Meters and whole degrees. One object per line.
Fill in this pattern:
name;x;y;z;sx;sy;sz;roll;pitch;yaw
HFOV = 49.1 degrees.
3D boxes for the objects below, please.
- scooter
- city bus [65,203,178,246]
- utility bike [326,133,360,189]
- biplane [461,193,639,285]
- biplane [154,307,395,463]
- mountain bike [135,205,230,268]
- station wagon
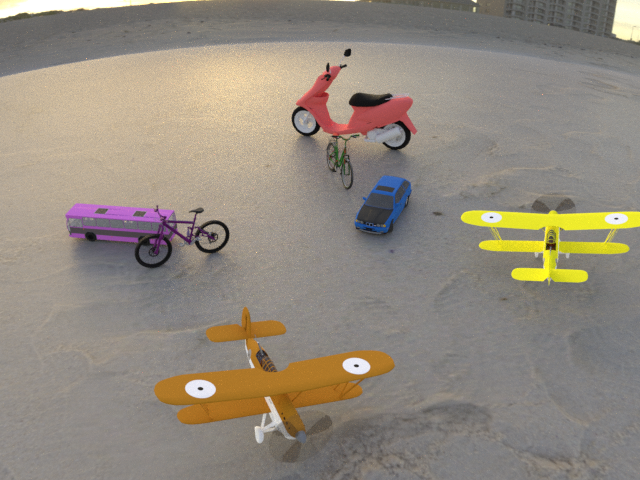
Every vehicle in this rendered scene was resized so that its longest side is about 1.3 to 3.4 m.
scooter;0.658;-2.800;14.152;2.721;1.786;1.288;12;33;19
city bus;-3.146;-0.238;11.134;1.674;0.460;0.476;4;31;7
utility bike;0.404;-1.580;12.919;0.535;0.946;1.435;-10;32;-16
biplane;3.291;0.072;10.103;2.598;0.981;2.120;9;32;15
biplane;-0.517;1.500;7.697;2.598;0.981;2.120;-12;33;-19
mountain bike;-2.058;-0.076;10.462;1.469;0.868;0.573;-15;34;-23
station wagon;1.076;-0.641;11.801;0.682;0.473;1.597;11;33;18
